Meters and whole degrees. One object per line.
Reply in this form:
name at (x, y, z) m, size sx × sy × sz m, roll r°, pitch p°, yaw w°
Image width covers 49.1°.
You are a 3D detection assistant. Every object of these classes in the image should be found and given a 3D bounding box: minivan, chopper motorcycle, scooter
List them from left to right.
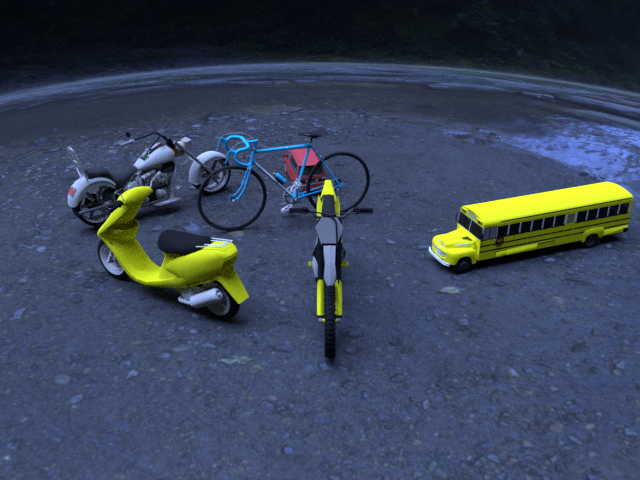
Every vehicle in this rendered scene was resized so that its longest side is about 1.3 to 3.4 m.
chopper motorcycle at (-2.882, -1.205, 12.076) m, size 3.040 × 1.480 × 0.906 m, roll -22°, pitch 34°, yaw -35°
scooter at (-2.107, 0.013, 9.407) m, size 2.721 × 1.786 × 1.288 m, roll 17°, pitch 32°, yaw 29°
minivan at (-0.307, -1.421, 13.426) m, size 0.681 × 0.616 × 1.548 m, roll -5°, pitch 28°, yaw -10°

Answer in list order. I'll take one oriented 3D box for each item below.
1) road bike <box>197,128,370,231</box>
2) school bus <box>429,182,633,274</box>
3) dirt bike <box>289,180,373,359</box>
road bike at (-0.555, -1.034, 11.558) m, size 3.004 × 1.656 × 0.696 m, roll -9°, pitch 29°, yaw -17°
school bus at (3.286, -0.233, 10.900) m, size 3.322 × 0.844 × 0.709 m, roll -10°, pitch 29°, yaw -18°
dirt bike at (0.132, 0.192, 9.193) m, size 1.024 × 1.666 × 2.903 m, roll 0°, pitch 28°, yaw 0°
